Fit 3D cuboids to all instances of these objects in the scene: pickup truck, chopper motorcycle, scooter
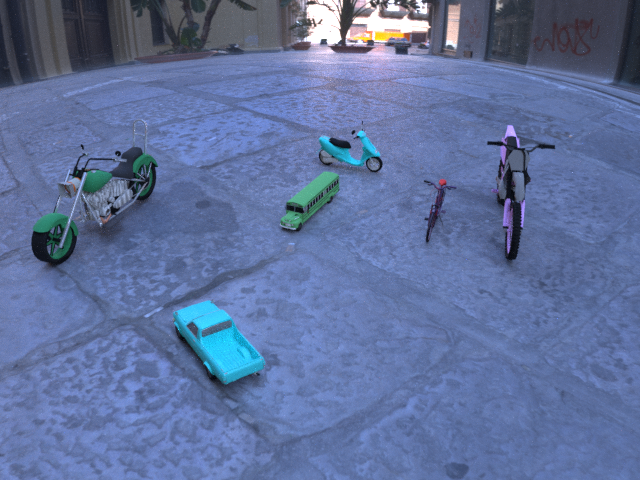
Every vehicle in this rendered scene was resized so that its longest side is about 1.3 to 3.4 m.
[{"bbox_3d":[-1.313,1.232,8.856,0.640,0.511,1.603,-18,34,-28],"label":"pickup truck"},{"bbox_3d":[-3.669,-0.854,11.551,0.906,1.480,3.040,11,31,19],"label":"chopper motorcycle"},{"bbox_3d":[0.581,-1.853,13.878,1.399,0.919,0.662,11,31,18],"label":"scooter"}]

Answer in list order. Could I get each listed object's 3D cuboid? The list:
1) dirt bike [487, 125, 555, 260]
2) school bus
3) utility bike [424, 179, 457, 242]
[{"bbox_3d":[3.164,-0.941,11.514,1.024,1.666,2.903,5,30,8],"label":"dirt bike"},{"bbox_3d":[-0.170,-0.692,12.324,0.365,0.434,1.708,14,32,23],"label":"school bus"},{"bbox_3d":[1.988,-0.600,11.643,0.535,0.946,1.435,9,31,15],"label":"utility bike"}]
